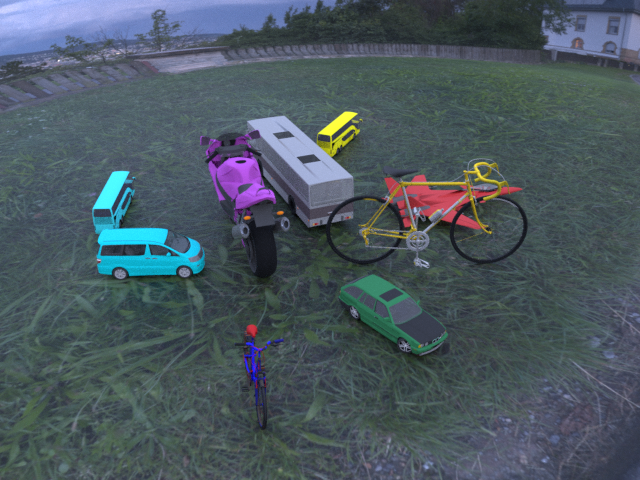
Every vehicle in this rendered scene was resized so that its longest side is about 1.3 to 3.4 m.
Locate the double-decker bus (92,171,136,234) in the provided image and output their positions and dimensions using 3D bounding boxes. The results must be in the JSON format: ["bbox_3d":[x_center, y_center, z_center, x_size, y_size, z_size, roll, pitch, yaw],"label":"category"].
[{"bbox_3d":[-3.512,-0.675,11.994,0.389,0.541,1.672,-1,30,-2],"label":"double-decker bus"}]

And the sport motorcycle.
[{"bbox_3d":[-1.184,-0.649,10.879,0.983,1.596,2.955,-9,31,-16],"label":"sport motorcycle"}]

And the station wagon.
[{"bbox_3d":[0.953,0.930,9.233,0.682,0.473,1.597,-22,36,-33],"label":"station wagon"}]

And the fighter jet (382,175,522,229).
[{"bbox_3d":[2.450,-0.858,12.299,2.640,0.557,2.229,-10,31,-17],"label":"fighter jet"}]

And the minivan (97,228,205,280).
[{"bbox_3d":[-2.508,0.174,10.422,1.548,0.616,0.681,-1,30,-2],"label":"minivan"}]

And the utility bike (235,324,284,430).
[{"bbox_3d":[-0.697,1.400,7.925,0.535,0.946,1.435,-7,30,-12],"label":"utility bike"}]

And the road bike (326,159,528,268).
[{"bbox_3d":[1.590,-0.360,10.309,3.004,1.656,0.697,0,30,0],"label":"road bike"}]

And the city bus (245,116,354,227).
[{"bbox_3d":[-0.438,-1.285,12.712,0.926,0.894,3.255,-12,32,-20],"label":"city bus"}]

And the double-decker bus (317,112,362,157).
[{"bbox_3d":[0.414,-2.252,14.773,0.389,0.541,1.672,12,32,21],"label":"double-decker bus"}]
